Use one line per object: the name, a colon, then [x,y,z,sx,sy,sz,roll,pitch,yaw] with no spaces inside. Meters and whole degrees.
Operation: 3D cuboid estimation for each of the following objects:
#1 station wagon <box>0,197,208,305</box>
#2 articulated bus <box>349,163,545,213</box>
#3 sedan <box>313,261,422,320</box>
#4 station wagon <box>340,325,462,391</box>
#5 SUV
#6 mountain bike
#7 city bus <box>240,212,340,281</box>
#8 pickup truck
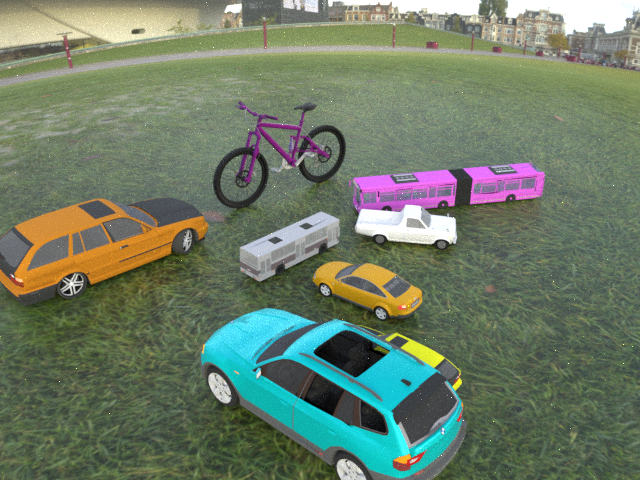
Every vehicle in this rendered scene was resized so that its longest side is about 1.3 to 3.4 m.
station wagon: [-3.162,-0.073,10.330,3.105,0.920,1.327,-23,36,-36]
articulated bus: [2.233,-0.905,12.221,3.401,0.561,0.605,-6,29,-10]
sedan: [0.622,0.601,9.554,1.613,0.483,0.635,20,35,32]
station wagon: [0.841,1.380,8.143,1.597,0.473,0.682,23,36,35]
SUV: [0.037,1.448,7.338,3.058,1.128,1.276,23,36,36]
mountain bike: [-0.652,-1.586,12.292,2.857,1.688,1.114,-21,35,-33]
city bus: [-0.423,0.096,10.500,1.674,0.460,0.476,-26,38,-38]
pickup truck: [1.370,-0.252,11.082,1.603,0.511,0.640,5,29,9]
